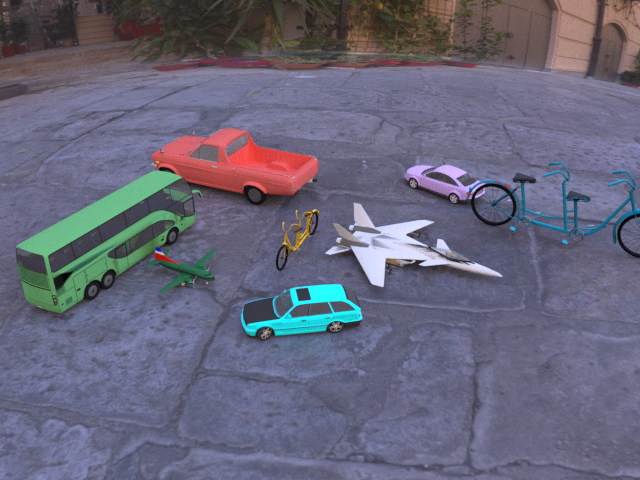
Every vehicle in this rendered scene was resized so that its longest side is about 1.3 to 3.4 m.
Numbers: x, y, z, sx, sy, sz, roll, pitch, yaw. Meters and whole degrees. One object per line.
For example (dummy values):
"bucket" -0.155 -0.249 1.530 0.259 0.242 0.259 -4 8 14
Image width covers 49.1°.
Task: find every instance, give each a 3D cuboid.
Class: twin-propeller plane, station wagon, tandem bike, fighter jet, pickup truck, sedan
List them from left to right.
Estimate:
"twin-propeller plane" -2.012 0.384 10.360 1.095 0.407 1.370 14 32 23
"pickup truck" -1.613 -1.476 13.070 3.117 0.993 1.244 13 32 22
"tandem bike" -0.335 -0.132 10.998 0.283 0.682 1.642 11 31 19
"station wagon" -0.256 0.919 9.341 1.597 0.473 0.682 -5 30 -8
"fighter jet" 1.508 0.091 10.728 2.640 0.557 2.229 14 32 23
"sedan" 2.289 -1.119 12.956 1.613 0.483 0.635 26 38 38
"tandem bike" 3.912 -0.573 11.126 3.192 1.326 0.550 15 32 24

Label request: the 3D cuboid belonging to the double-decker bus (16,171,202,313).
"double-decker bus" -3.051 -0.103 10.568 0.756 1.052 3.251 15 32 24
